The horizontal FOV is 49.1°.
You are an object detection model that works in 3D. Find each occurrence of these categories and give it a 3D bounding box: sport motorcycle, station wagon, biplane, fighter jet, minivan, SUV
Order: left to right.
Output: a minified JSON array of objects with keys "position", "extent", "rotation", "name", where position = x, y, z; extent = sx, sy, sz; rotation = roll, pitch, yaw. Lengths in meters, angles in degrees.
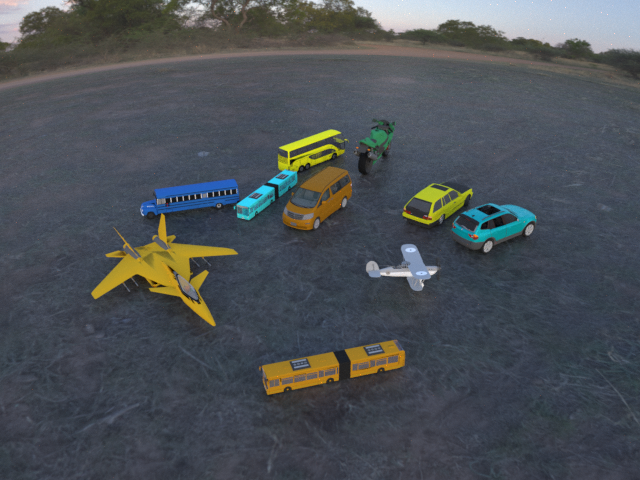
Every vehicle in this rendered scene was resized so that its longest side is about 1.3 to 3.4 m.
[{"position":[-2.113,0.442,10.043],"extent":[2.229,0.557,2.640],"rotation":[-18,34,-29],"name":"fighter jet"},{"position":[-0.038,-0.726,12.079],"extent":[0.681,0.616,1.548],"rotation":[16,33,27],"name":"minivan"},{"position":[1.112,-1.878,13.937],"extent":[0.506,0.821,1.520],"rotation":[14,32,23],"name":"sport motorcycle"},{"position":[1.207,0.429,10.120],"extent":[1.090,0.504,1.336],"rotation":[-1,29,-2],"name":"biplane"},{"position":[2.087,-0.714,12.205],"extent":[0.682,0.473,1.597],"rotation":[21,35,33],"name":"station wagon"},{"position":[2.831,-0.290,11.333],"extent":[1.572,0.580,0.656],"rotation":[-19,34,-30],"name":"SUV"}]

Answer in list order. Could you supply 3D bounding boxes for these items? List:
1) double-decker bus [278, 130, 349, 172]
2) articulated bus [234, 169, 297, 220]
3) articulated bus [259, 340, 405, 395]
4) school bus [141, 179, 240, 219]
[{"position":[-0.133,-1.794,14.074],"extent":[1.672,0.541,0.389],"rotation":[-26,38,-38],"name":"double-decker bus"},{"position":[-0.936,-0.837,12.614],"extent":[0.311,0.289,1.749],"rotation":[14,32,23],"name":"articulated bus"},{"position":[0.164,1.516,8.390],"extent":[1.749,0.289,0.311],"rotation":[-9,30,-15],"name":"articulated bus"},{"position":[-2.284,-0.729,12.271],"extent":[1.708,0.434,0.365],"rotation":[-9,30,-16],"name":"school bus"}]
